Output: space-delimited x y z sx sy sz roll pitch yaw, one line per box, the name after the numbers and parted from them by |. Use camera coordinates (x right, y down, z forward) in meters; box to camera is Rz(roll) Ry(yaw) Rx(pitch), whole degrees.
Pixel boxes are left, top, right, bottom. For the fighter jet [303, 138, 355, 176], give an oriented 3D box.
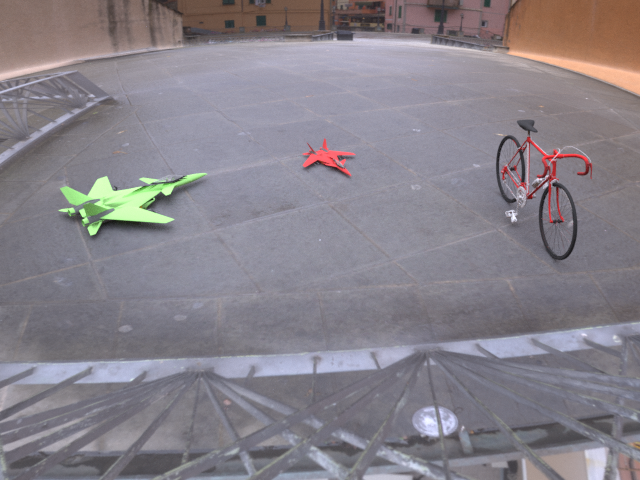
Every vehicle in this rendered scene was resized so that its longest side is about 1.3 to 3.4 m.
0.239 -1.560 13.421 1.147 0.286 1.358 -17 35 -26 | fighter jet

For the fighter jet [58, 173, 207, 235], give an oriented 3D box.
-3.042 -0.905 12.058 2.640 0.557 2.229 -26 39 -36 | fighter jet

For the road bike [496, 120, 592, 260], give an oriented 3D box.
3.390 -0.957 11.074 0.697 1.656 3.004 -4 31 -7 | road bike
